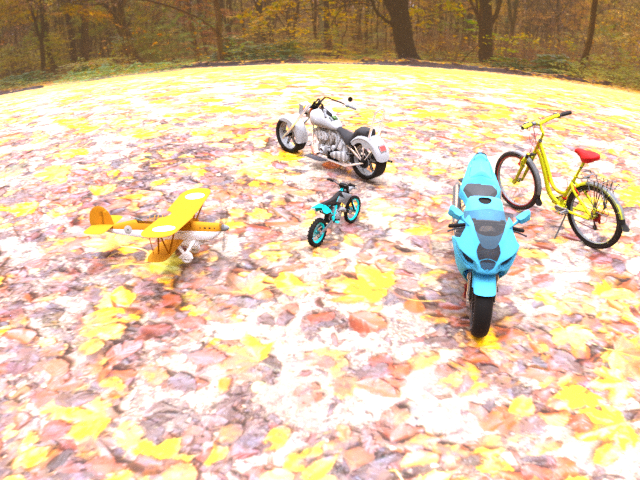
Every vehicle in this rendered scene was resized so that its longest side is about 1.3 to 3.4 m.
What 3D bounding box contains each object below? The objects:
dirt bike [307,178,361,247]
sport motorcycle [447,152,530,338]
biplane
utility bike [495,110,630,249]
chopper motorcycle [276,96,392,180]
[{"bbox_3d":[0.243,-0.486,11.149,0.527,0.857,1.493,17,32,30],"label":"dirt bike"},{"bbox_3d":[2.158,-0.022,9.438,0.983,1.596,2.955,4,27,8],"label":"sport motorcycle"},{"bbox_3d":[-2.384,-0.199,10.455,2.120,0.981,2.598,2,27,4],"label":"biplane"},{"bbox_3d":[3.708,-0.992,11.058,1.039,1.839,2.791,-15,31,-27],"label":"utility bike"},{"bbox_3d":[0.175,-2.151,13.705,0.906,1.480,3.040,-23,35,-37],"label":"chopper motorcycle"}]
